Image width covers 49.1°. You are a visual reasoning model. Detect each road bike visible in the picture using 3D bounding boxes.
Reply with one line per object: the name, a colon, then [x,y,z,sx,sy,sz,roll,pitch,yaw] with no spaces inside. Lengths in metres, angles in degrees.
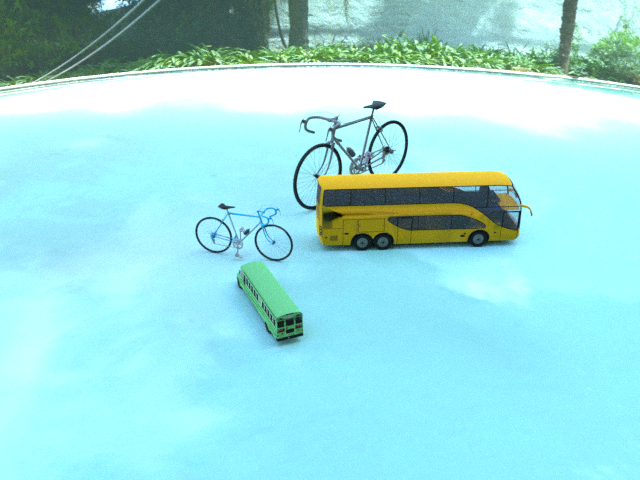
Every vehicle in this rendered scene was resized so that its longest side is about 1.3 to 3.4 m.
road bike: [0.619,-1.582,12.318,0.696,1.656,3.004,24,35,39]
road bike: [-1.135,-0.130,10.305,1.545,0.852,0.358,7,27,14]

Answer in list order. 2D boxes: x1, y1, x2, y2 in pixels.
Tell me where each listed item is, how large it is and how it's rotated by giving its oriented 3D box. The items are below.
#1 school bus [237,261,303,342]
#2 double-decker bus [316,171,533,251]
school bus: [-0.692,0.722,9.065,0.365,0.434,1.708,-11,28,-21]
double-decker bus: [1.561,-0.477,10.779,3.251,1.052,0.756,-2,27,-4]
